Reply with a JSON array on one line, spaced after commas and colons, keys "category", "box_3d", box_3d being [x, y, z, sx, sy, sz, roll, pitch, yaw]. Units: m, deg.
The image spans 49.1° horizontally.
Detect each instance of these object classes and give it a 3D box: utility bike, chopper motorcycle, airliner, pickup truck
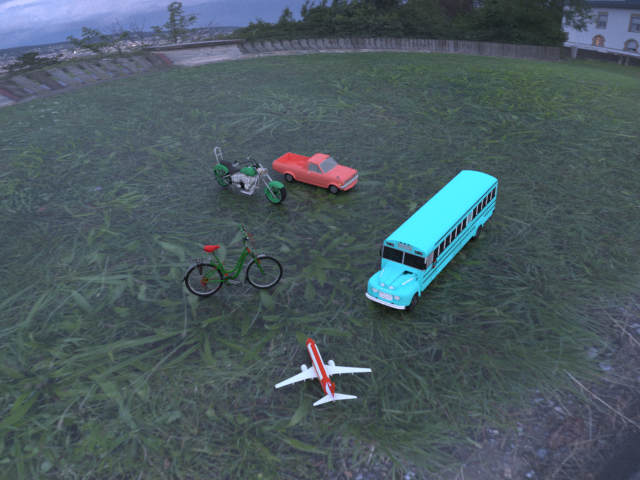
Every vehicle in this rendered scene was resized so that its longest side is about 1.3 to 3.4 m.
[{"category": "utility bike", "box_3d": [-1.243, 0.309, 9.801, 1.435, 0.946, 0.535, -6, 31, -11]}, {"category": "chopper motorcycle", "box_3d": [-1.277, -1.152, 12.480, 1.563, 0.761, 0.466, 18, 35, 28]}, {"category": "airliner", "box_3d": [0.011, 1.475, 8.322, 1.161, 0.429, 1.307, -7, 31, -12]}, {"category": "pickup truck", "box_3d": [-0.093, -1.319, 13.012, 1.603, 0.511, 0.640, 17, 34, 26]}]

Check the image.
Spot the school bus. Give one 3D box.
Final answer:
[{"category": "school bus", "box_3d": [1.750, -0.066, 10.543, 0.709, 0.844, 3.322, 18, 35, 28]}]
